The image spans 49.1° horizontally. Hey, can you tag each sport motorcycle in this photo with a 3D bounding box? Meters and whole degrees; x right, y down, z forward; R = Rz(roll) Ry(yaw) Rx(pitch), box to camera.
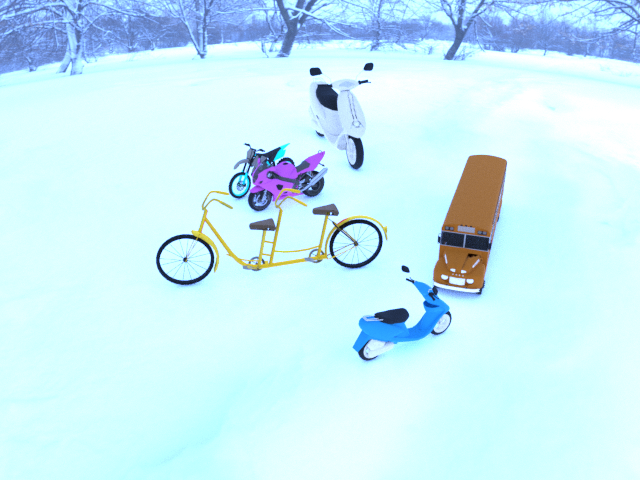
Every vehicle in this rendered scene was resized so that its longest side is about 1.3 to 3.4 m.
[{"bbox_3d":[-0.541,-0.998,11.710,1.520,0.821,0.506,-18,33,-30],"label":"sport motorcycle"}]

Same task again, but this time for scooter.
[{"bbox_3d":[0.313,-2.612,13.733,1.288,1.786,2.721,-9,29,-17],"label":"scooter"},{"bbox_3d":[0.994,0.860,8.087,1.399,0.919,0.662,-15,31,-26],"label":"scooter"}]

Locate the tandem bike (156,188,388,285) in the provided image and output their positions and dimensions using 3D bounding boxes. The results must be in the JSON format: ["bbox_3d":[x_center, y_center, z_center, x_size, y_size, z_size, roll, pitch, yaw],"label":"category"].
[{"bbox_3d":[-0.610,-0.080,9.431,3.192,1.326,0.550,-5,28,-10],"label":"tandem bike"}]

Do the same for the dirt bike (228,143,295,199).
[{"bbox_3d":[-0.996,-1.265,12.177,1.493,0.857,0.527,-24,36,-38],"label":"dirt bike"}]

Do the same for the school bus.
[{"bbox_3d":[2.278,-0.316,10.392,0.709,0.844,3.322,9,29,16],"label":"school bus"}]
